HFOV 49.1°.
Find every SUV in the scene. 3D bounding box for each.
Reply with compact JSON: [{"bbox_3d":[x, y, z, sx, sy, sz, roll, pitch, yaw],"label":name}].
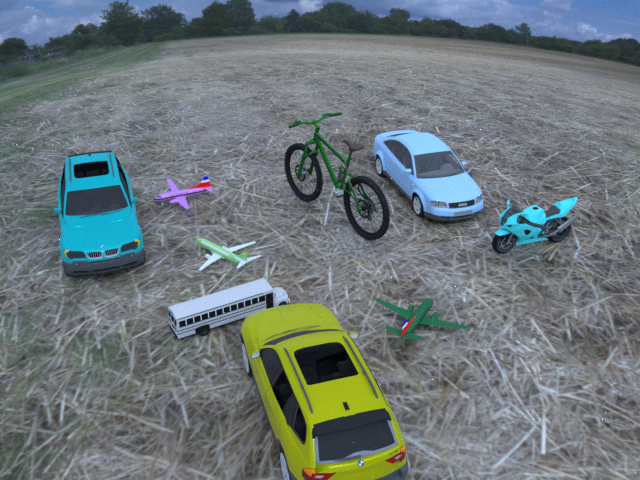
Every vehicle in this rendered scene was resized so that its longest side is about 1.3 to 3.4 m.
[{"bbox_3d":[-3.652,-0.530,11.484,1.276,1.128,3.058,-9,31,-16],"label":"SUV"},{"bbox_3d":[-0.055,1.562,7.841,1.276,1.128,3.058,-9,31,-15],"label":"SUV"}]

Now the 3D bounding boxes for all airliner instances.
[{"bbox_3d":[-1.552,0.112,11.067,1.307,0.429,1.161,24,38,36],"label":"airliner"}]

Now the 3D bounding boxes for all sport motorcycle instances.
[{"bbox_3d":[3.461,-0.247,11.299,1.520,0.821,0.506,-11,32,-18],"label":"sport motorcycle"}]

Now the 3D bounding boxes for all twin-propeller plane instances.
[{"bbox_3d":[1.324,1.015,9.517,1.370,0.407,1.095,16,33,25],"label":"twin-propeller plane"},{"bbox_3d":[-2.526,-0.904,12.858,1.095,0.407,1.370,-13,32,-21],"label":"twin-propeller plane"}]

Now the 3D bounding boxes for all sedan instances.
[{"bbox_3d":[1.974,-1.362,13.120,1.235,0.940,3.137,-9,31,-15],"label":"sedan"}]

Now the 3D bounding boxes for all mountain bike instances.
[{"bbox_3d":[0.228,-1.138,11.980,1.114,1.688,2.857,-21,36,-31],"label":"mountain bike"}]

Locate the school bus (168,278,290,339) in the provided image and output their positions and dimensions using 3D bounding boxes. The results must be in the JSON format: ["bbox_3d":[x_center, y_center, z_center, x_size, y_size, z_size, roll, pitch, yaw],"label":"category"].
[{"bbox_3d":[-1.225,0.915,9.664,1.708,0.434,0.365,-16,34,-26],"label":"school bus"}]
